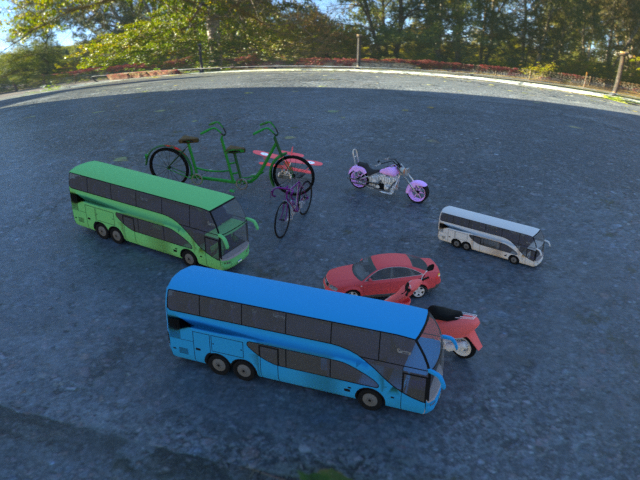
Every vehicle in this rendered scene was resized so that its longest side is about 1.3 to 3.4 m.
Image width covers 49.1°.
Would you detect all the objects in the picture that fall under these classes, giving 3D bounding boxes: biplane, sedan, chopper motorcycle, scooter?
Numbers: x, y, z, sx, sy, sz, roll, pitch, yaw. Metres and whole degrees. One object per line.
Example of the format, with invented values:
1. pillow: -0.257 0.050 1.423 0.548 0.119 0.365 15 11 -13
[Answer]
1. biplane: -0.595 -1.507 13.523 1.336 0.504 1.090 3 27 6
2. sedan: 0.849 0.477 9.607 1.613 0.483 0.635 -4 27 -8
3. chopper motorcycle: 1.219 -1.151 12.532 1.563 0.761 0.466 15 30 27
4. scooter: 1.306 0.853 8.378 1.399 0.919 0.662 19 32 33

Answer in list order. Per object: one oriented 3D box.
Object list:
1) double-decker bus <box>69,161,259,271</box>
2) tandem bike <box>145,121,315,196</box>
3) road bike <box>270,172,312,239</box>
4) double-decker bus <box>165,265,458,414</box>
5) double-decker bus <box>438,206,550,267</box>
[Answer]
1. double-decker bus: -2.473 -0.391 10.698 3.251 1.052 0.756 15 30 27
2. tandem bike: -1.658 -1.488 12.572 3.192 1.326 0.550 5 27 10
3. road bike: -0.422 -0.629 11.393 0.358 0.852 1.545 10 28 19
4. double-decker bus: -0.156 1.085 7.769 3.251 1.052 0.756 9 28 18
5. double-decker bus: 2.602 -0.057 10.603 1.672 0.541 0.389 18 32 31
